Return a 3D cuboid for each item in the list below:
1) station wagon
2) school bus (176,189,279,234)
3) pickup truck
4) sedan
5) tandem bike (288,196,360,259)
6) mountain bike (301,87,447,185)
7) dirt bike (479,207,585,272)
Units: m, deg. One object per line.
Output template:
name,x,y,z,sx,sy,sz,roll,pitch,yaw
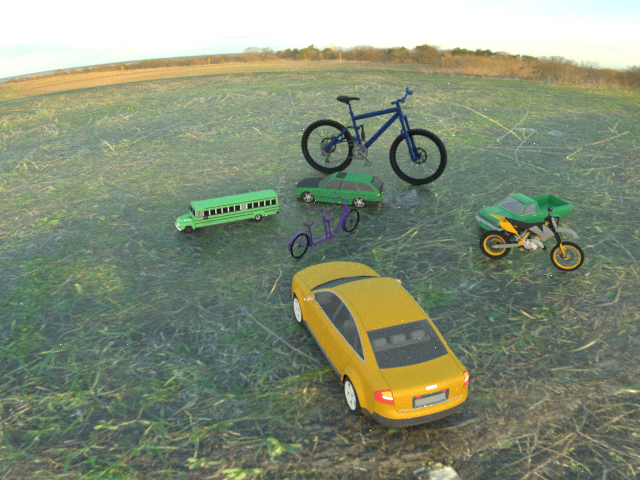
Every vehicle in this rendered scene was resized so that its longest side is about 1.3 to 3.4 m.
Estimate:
station wagon,0.344,-0.939,12.461,1.597,0.473,0.682,6,27,13
school bus,-1.535,-0.483,11.574,1.708,0.434,0.365,-11,28,-21
pickup truck,3.355,-0.479,11.478,1.603,0.511,0.640,-12,29,-23
sedan,0.557,0.934,8.109,1.235,0.940,3.137,-9,28,-18
tandem bike,0.088,-0.231,10.778,0.283,0.682,1.642,22,33,37
mountain bike,0.980,-1.934,13.109,2.857,1.688,1.114,9,28,18
dirt bike,3.080,-0.022,10.153,1.493,0.857,0.527,11,28,21
